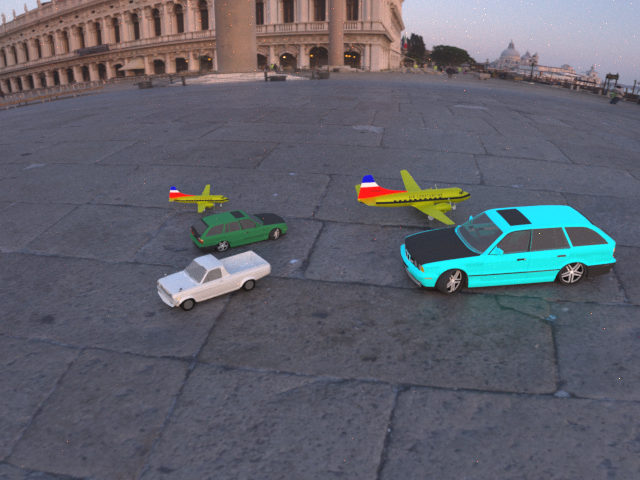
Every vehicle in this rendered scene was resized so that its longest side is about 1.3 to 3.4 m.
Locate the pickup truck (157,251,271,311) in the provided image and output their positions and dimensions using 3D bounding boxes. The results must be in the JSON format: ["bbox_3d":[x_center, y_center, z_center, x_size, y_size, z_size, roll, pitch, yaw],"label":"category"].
[{"bbox_3d":[-1.508,0.503,10.022,1.603,0.511,0.640,-17,30,-31],"label":"pickup truck"}]

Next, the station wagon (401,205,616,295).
[{"bbox_3d":[2.770,0.067,10.460,3.105,0.920,1.327,-4,26,-8],"label":"station wagon"}]

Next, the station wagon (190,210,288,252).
[{"bbox_3d":[-1.324,-0.217,11.579,1.597,0.473,0.682,-13,28,-25],"label":"station wagon"}]

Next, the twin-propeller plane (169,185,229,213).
[{"bbox_3d":[-2.225,-0.800,12.880,1.095,0.407,1.370,-1,25,-2],"label":"twin-propeller plane"}]

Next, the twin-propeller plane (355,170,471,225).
[{"bbox_3d":[1.710,-0.849,12.535,2.129,0.792,2.663,-5,26,-10],"label":"twin-propeller plane"}]
